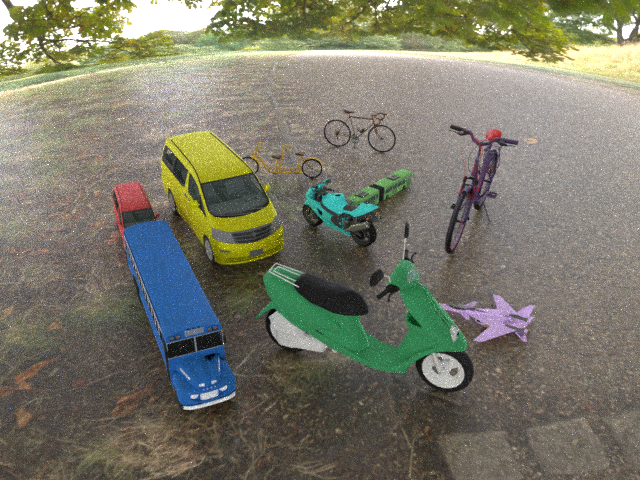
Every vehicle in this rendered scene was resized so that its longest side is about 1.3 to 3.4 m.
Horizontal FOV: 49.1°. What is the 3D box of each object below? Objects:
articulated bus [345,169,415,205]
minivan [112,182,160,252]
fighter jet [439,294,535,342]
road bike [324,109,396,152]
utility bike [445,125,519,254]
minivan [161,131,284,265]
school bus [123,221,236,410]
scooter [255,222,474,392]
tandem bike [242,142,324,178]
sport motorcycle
[{"bbox_3d":[1.060,-0.863,12.488,0.311,0.289,1.749,23,37,35],"label":"articulated bus"},{"bbox_3d":[-2.967,-0.368,11.296,0.681,0.616,1.548,-11,32,-19],"label":"minivan"},{"bbox_3d":[2.135,0.945,9.337,1.358,0.286,1.147,13,32,21],"label":"fighter jet"},{"bbox_3d":[0.808,-2.251,14.345,1.545,0.852,0.358,10,31,16],"label":"road bike"},{"bbox_3d":[2.599,-0.995,11.160,1.039,1.839,2.791,14,32,22],"label":"utility bike"},{"bbox_3d":[-1.647,-0.742,11.364,1.324,1.197,3.011,-15,33,-24],"label":"minivan"},{"bbox_3d":[-1.861,0.844,8.953,0.709,0.844,3.322,-12,32,-20],"label":"school bus"},{"bbox_3d":[0.485,0.785,8.108,2.721,1.786,1.288,12,32,19],"label":"scooter"},{"bbox_3d":[-0.737,-1.495,13.196,1.642,0.682,0.283,2,30,4],"label":"tandem bike"},{"bbox_3d":[0.304,-0.433,11.203,1.520,0.821,0.506,23,37,34],"label":"sport motorcycle"}]
